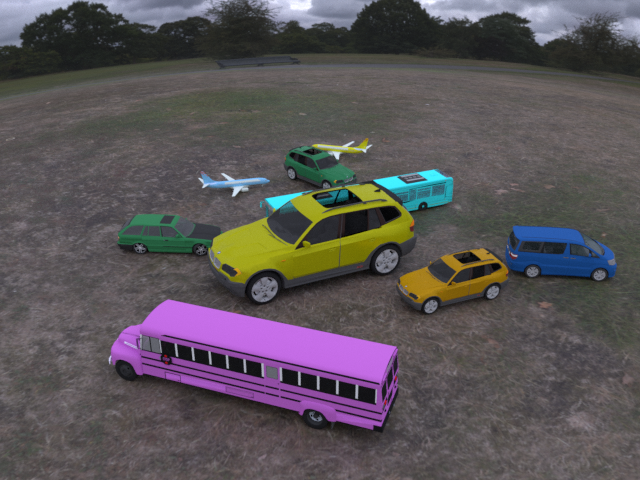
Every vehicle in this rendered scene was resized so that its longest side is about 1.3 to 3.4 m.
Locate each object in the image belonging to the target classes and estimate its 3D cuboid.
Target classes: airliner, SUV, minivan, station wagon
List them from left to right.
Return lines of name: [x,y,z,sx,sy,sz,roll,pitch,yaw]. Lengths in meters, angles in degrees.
station wagon: [-2.323,-0.110,10.921,1.597,0.473,0.682,2,27,4]
airliner: [-1.572,-1.134,12.986,1.307,0.429,1.161,-8,28,-15]
SUV: [-0.091,-0.056,10.091,3.058,1.128,1.276,-12,29,-22]
SUV: [-0.010,-1.368,13.280,0.656,0.580,1.572,-24,35,-38]
airliner: [0.403,-1.989,14.670,1.307,0.429,1.161,9,28,17]
SUV: [1.821,0.515,9.572,1.572,0.580,0.656,-10,29,-20]
minivan: [3.525,0.172,10.208,1.548,0.616,0.681,3,27,5]

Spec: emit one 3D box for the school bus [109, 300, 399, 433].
school bus: [-0.818,1.318,7.700,3.322,0.844,0.709,9,28,18]

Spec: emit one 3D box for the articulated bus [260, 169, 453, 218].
articulated bus: [0.694,-0.657,11.901,3.401,0.561,0.605,-11,29,-21]
